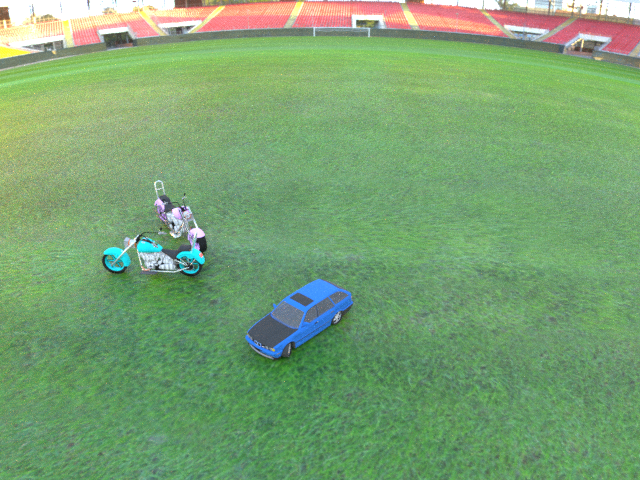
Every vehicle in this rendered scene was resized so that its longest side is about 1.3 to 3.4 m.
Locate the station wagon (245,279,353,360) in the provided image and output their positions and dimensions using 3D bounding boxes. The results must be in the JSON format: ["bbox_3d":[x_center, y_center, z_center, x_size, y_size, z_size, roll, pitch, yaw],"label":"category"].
[{"bbox_3d":[-0.265,0.992,9.292,0.682,0.473,1.597,24,38,36],"label":"station wagon"}]

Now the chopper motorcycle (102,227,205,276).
[{"bbox_3d":[-2.493,0.184,10.405,1.563,0.761,0.466,3,30,6],"label":"chopper motorcycle"}]

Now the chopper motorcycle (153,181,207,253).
[{"bbox_3d":[-2.288,-0.379,11.380,0.466,0.761,1.563,-21,36,-31],"label":"chopper motorcycle"}]
